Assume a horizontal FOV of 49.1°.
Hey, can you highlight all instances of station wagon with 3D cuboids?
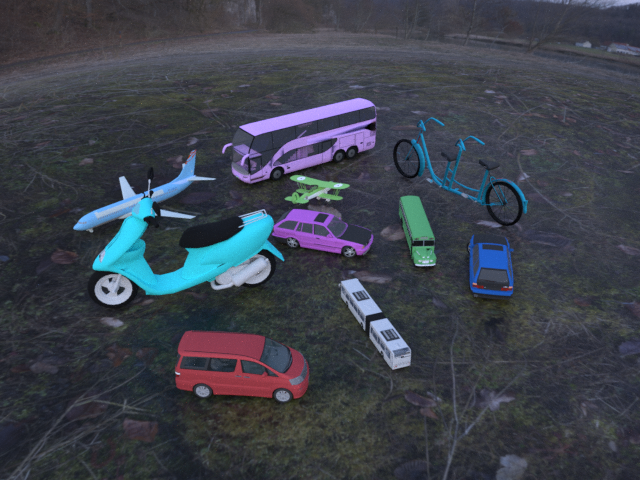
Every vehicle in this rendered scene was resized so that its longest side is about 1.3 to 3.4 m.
[{"bbox_3d":[0.056,-0.145,11.176,1.597,0.473,0.682,10,31,16],"label":"station wagon"},{"bbox_3d":[2.541,0.292,10.412,0.682,0.473,1.597,5,30,9],"label":"station wagon"}]

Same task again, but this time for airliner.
[{"bbox_3d":[-3.091,-0.830,12.012,2.541,0.835,2.257,-26,39,-38],"label":"airliner"}]

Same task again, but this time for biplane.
[{"bbox_3d":[-0.128,-0.848,12.377,1.336,0.504,1.090,24,37,35],"label":"biplane"}]

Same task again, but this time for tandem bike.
[{"bbox_3d":[2.379,-1.294,12.330,0.550,1.326,3.192,-20,35,-31],"label":"tandem bike"}]

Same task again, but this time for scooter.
[{"bbox_3d":[-1.848,0.020,9.565,2.721,1.786,1.288,-8,31,-13],"label":"scooter"}]

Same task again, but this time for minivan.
[{"bbox_3d":[-0.903,1.457,8.227,1.548,0.616,0.681,2,30,4],"label":"minivan"}]

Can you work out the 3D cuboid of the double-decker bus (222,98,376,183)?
[{"bbox_3d":[-0.311,-1.961,13.774,3.251,1.052,0.756,-19,35,-30],"label":"double-decker bus"}]

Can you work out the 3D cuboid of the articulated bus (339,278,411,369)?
[{"bbox_3d":[0.701,1.065,9.243,0.311,0.289,1.749,-10,31,-17],"label":"articulated bus"}]

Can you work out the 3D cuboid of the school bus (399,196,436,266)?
[{"bbox_3d":[1.558,-0.150,11.225,0.365,0.434,1.708,-1,30,-2],"label":"school bus"}]
